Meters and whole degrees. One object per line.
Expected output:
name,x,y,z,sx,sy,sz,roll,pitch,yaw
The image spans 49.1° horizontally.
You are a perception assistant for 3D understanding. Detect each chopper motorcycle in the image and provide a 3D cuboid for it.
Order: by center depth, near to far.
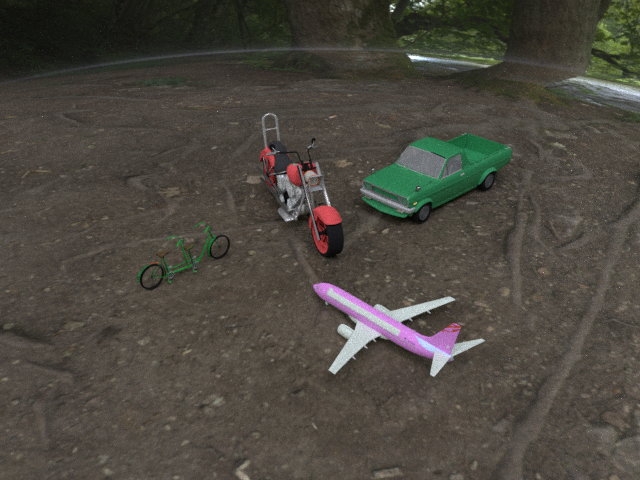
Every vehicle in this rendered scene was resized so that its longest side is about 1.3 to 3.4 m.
chopper motorcycle,-0.356,-0.960,11.545,0.906,1.480,3.040,-12,32,-20

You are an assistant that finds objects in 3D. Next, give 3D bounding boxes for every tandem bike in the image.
tandem bike,-1.987,0.200,10.309,1.642,0.682,0.283,-26,38,-38

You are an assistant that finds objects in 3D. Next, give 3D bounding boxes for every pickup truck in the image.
pickup truck,2.156,-1.292,12.622,3.117,0.993,1.244,-25,38,-37

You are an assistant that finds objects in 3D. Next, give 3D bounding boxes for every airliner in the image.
airliner,0.772,0.899,8.923,2.257,0.835,2.541,-24,38,-36
